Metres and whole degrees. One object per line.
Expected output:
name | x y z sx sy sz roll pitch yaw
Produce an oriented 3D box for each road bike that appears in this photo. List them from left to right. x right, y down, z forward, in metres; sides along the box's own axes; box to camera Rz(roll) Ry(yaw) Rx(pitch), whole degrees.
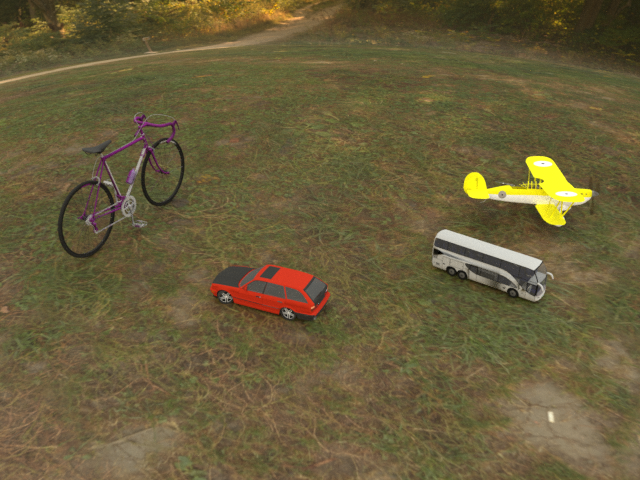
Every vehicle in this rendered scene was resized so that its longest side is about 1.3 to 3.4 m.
road bike | -3.005 -0.932 10.847 0.696 1.656 3.004 13 32 22

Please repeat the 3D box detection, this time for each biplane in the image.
biplane | 3.369 -0.768 11.239 2.120 0.981 2.598 3 30 5

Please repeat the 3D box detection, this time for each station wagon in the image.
station wagon | -0.687 0.618 9.333 1.597 0.473 0.682 12 32 20

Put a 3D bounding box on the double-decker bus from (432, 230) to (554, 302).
double-decker bus | 2.361 0.354 9.725 1.672 0.541 0.389 20 36 31
